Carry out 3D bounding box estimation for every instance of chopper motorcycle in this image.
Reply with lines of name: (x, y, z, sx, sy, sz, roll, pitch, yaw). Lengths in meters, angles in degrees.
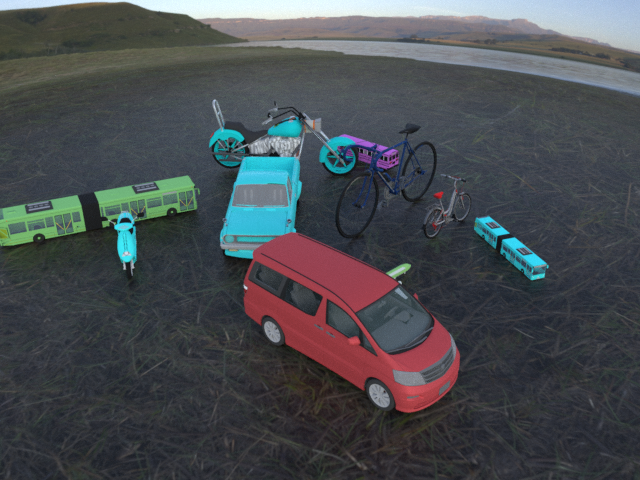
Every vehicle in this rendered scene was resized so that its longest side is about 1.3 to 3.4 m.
chopper motorcycle: (-0.736, -2.050, 14.050, 3.040, 1.480, 0.906, 3, 29, 4)

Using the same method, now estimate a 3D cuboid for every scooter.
scooter: (-3.071, -0.066, 11.083, 0.662, 0.919, 1.399, -7, 30, -12)

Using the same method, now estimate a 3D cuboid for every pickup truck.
pickup truck: (-0.975, -0.740, 12.210, 1.244, 0.993, 3.117, 0, 29, 1)

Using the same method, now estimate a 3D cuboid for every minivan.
minivan: (0.361, 0.964, 8.960, 3.011, 1.197, 1.324, 24, 37, 36)

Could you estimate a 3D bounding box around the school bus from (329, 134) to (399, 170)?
school bus: (0.879, -1.876, 14.808, 1.708, 0.434, 0.365, 23, 37, 35)

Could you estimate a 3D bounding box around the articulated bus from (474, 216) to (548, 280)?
articulated bus: (3.077, 0.103, 11.426, 0.311, 0.289, 1.749, -10, 31, -17)

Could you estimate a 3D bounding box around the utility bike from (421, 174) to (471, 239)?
utility bike: (2.159, -0.613, 12.032, 0.535, 0.946, 1.435, 26, 38, 38)

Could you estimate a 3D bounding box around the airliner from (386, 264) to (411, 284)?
airliner: (0.957, 0.513, 10.551, 1.307, 0.429, 1.161, -26, 38, -38)

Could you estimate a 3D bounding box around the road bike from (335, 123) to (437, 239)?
road bike: (1.236, -1.134, 12.235, 0.697, 1.656, 3.004, 23, 36, 35)

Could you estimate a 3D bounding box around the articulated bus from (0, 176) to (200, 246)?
articulated bus: (-3.835, -0.533, 12.282, 3.401, 0.561, 0.605, -13, 32, -22)
